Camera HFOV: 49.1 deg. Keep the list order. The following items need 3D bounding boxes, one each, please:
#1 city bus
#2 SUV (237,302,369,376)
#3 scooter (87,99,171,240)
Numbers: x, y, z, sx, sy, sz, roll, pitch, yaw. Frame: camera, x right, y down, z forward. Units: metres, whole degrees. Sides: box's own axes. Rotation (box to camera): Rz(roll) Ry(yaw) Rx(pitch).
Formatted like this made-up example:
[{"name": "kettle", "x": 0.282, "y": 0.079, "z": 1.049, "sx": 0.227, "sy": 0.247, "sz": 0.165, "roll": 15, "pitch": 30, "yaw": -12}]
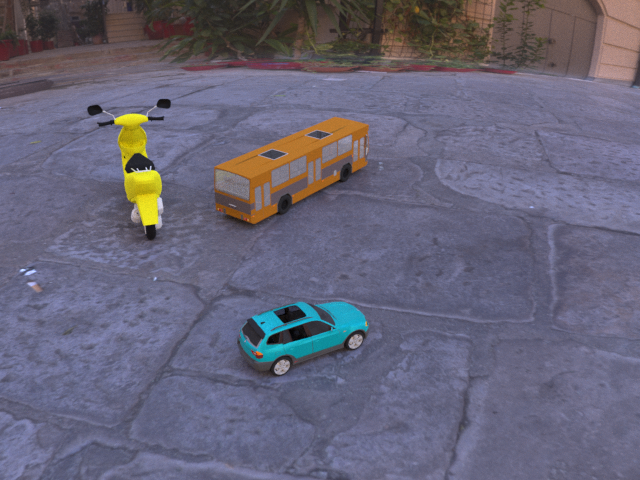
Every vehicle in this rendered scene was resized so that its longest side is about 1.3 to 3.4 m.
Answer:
[{"name": "city bus", "x": -0.386, "y": -1.240, "z": 12.110, "sx": 0.926, "sy": 0.894, "sz": 3.255, "roll": 20, "pitch": 34, "yaw": 33}, {"name": "SUV", "x": -0.178, "y": 1.037, "z": 8.134, "sx": 1.572, "sy": 0.580, "sz": 0.656, "roll": -15, "pitch": 31, "yaw": -26}, {"name": "scooter", "x": -2.899, "y": -1.240, "z": 11.155, "sx": 1.288, "sy": 1.786, "sz": 2.721, "roll": -9, "pitch": 29, "yaw": -16}]
